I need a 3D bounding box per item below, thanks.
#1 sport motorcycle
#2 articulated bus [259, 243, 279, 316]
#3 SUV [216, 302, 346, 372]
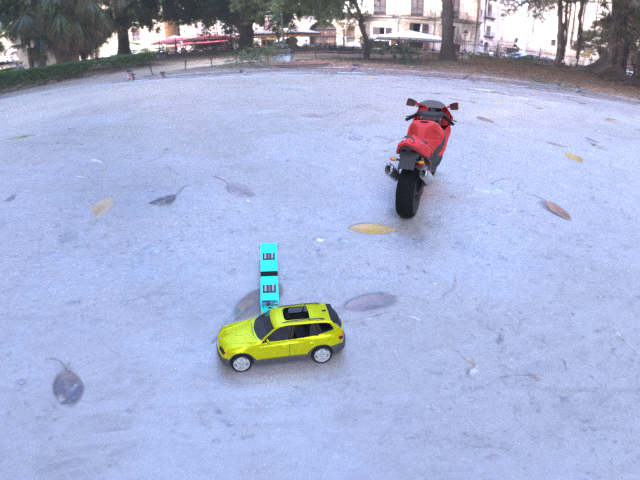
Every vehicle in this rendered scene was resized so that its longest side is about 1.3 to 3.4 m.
[{"bbox_3d":[1.841,-1.549,12.670,0.983,1.596,2.955,9,28,17],"label":"sport motorcycle"},{"bbox_3d":[-0.721,0.546,9.994,0.311,0.289,1.749,-2,27,-4],"label":"articulated bus"},{"bbox_3d":[-0.475,1.136,8.512,1.572,0.580,0.656,-5,27,-9],"label":"SUV"}]
